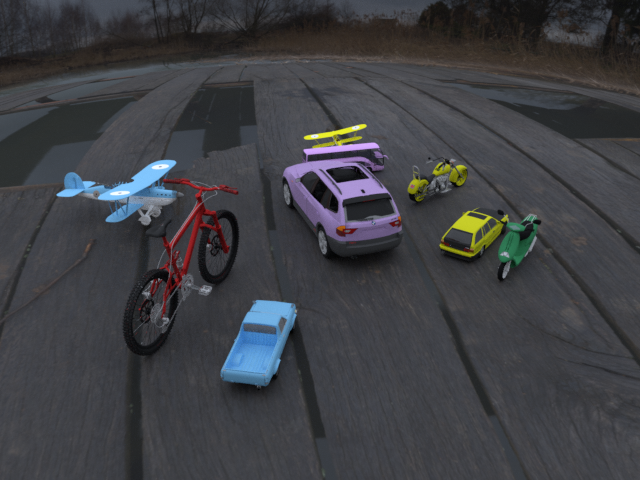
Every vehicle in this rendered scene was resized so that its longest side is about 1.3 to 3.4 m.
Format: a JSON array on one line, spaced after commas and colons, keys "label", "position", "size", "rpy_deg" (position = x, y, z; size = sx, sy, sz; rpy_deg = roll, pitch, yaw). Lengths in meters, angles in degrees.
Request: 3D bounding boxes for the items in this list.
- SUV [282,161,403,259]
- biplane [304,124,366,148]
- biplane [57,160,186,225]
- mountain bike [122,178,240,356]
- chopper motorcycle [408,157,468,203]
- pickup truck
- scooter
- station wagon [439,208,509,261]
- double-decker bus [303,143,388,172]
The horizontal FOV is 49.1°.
[{"label": "SUV", "position": [0.306, -0.741, 11.615], "size": [1.276, 1.128, 3.058], "rpy_deg": [-10, 30, -17]}, {"label": "biplane", "position": [0.350, -2.080, 14.713], "size": [1.336, 0.504, 1.090], "rpy_deg": [-5, 29, -8]}, {"label": "biplane", "position": [-3.314, -0.809, 11.892], "size": [2.120, 0.981, 2.598], "rpy_deg": [4, 29, 8]}, {"label": "mountain bike", "position": [-1.762, 0.233, 9.251], "size": [1.114, 1.688, 2.857], "rpy_deg": [10, 30, 18]}, {"label": "chopper motorcycle", "position": [2.187, -1.180, 12.799], "size": [1.563, 0.761, 0.466], "rpy_deg": [-23, 36, -36]}, {"label": "pickup truck", "position": [-0.729, 1.214, 8.684], "size": [0.640, 0.511, 1.603], "rpy_deg": [5, 29, 9]}, {"label": "scooter", "position": [2.991, -0.030, 10.533], "size": [0.662, 0.919, 1.399], "rpy_deg": [18, 33, 29]}, {"label": "station wagon", "position": [2.527, -0.198, 11.304], "size": [0.682, 0.473, 1.597], "rpy_deg": [18, 34, 30]}, {"label": "double-decker bus", "position": [0.488, -1.566, 13.736], "size": [1.672, 0.541, 0.389], "rpy_deg": [-7, 29, -13]}]
